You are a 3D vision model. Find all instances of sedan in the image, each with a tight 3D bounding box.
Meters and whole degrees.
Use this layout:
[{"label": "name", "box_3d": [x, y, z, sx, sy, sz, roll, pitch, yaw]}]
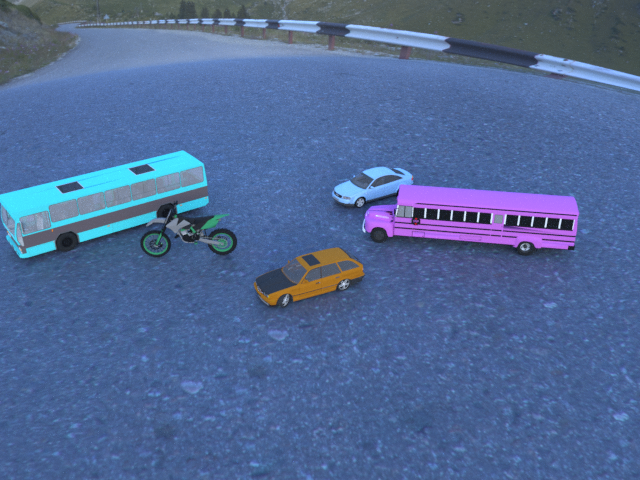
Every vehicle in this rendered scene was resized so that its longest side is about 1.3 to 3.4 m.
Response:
[{"label": "sedan", "box_3d": [0.972, -1.023, 12.831, 1.613, 0.483, 0.635, -16, 33, -27]}]

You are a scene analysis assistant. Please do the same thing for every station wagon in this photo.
[{"label": "station wagon", "box_3d": [-0.162, 0.494, 10.080, 1.597, 0.473, 0.682, -14, 32, -24]}]

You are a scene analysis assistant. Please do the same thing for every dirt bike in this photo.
[{"label": "dirt bike", "box_3d": [-2.038, -0.122, 10.803, 1.493, 0.857, 0.527, -2, 29, -4]}]

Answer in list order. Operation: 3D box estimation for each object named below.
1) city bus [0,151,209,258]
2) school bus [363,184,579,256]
[{"label": "city bus", "box_3d": [-3.504, -0.618, 11.667, 3.255, 0.894, 0.926, -20, 34, -31]}, {"label": "school bus", "box_3d": [2.356, -0.355, 11.240, 3.322, 0.844, 0.709, 5, 29, 9]}]
